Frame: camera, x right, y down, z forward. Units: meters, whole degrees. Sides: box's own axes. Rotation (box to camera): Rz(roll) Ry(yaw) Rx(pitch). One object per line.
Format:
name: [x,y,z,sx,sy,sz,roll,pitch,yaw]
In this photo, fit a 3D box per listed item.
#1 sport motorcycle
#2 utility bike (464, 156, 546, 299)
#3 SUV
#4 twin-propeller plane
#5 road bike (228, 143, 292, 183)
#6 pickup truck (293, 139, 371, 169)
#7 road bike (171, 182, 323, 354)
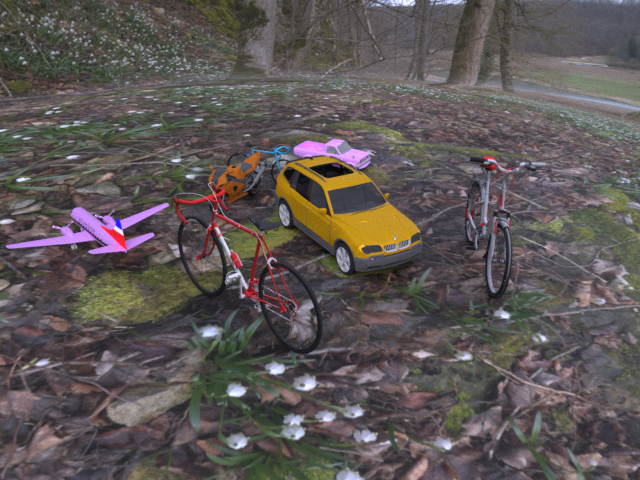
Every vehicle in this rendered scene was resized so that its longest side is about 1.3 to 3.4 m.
sport motorcycle: [-1.513,-1.038,12.606,0.506,0.821,1.520,14,29,26]
utility bike: [2.549,-0.442,10.178,1.039,1.839,2.791,0,26,0]
SUV: [0.363,-0.502,11.127,1.276,1.128,3.058,-14,29,-27]
twin-propeller plane: [-3.492,-0.242,10.973,2.663,0.792,2.129,-19,32,-34]
road bike: [-1.100,-1.444,13.421,1.545,0.852,0.358,10,27,20]
pickup truck: [0.249,-1.817,14.597,1.603,0.511,0.640,14,29,26]
road bike: [-0.991,0.296,8.845,0.697,1.656,3.004,-22,33,-38]
